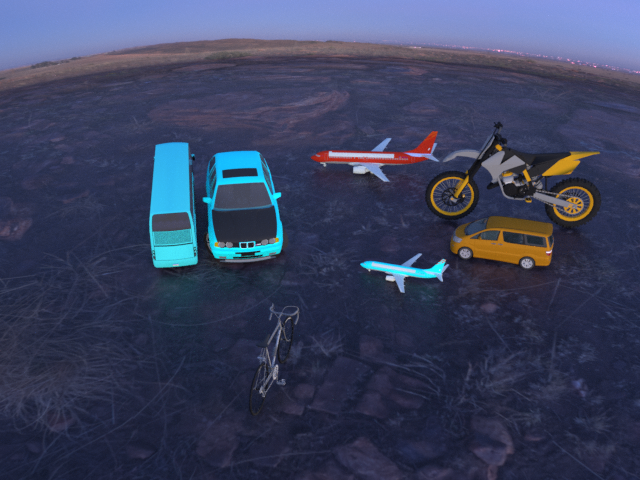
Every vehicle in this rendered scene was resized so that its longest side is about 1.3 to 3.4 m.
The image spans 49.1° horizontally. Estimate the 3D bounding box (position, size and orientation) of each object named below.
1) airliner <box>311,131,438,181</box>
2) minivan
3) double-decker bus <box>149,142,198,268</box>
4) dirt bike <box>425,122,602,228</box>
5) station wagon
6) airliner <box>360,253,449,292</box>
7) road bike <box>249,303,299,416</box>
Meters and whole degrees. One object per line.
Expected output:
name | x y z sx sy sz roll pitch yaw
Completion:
airliner | 1.077 -1.811 13.945 2.541 0.835 2.257 3 29 5
minivan | 2.835 -0.016 10.927 1.548 0.616 0.681 9 30 16
double-decker bus | -2.441 -0.706 11.722 0.756 1.052 3.251 -5 29 -9
dirt bike | 3.237 -1.007 11.633 2.903 1.666 1.024 3 29 6
station wagon | -1.327 -0.695 11.838 1.327 0.920 3.105 -4 29 -8
airliner | 1.230 0.370 10.421 1.307 0.429 1.161 10 30 17
road bike | -0.555 1.346 8.220 0.358 0.852 1.545 8 30 14
